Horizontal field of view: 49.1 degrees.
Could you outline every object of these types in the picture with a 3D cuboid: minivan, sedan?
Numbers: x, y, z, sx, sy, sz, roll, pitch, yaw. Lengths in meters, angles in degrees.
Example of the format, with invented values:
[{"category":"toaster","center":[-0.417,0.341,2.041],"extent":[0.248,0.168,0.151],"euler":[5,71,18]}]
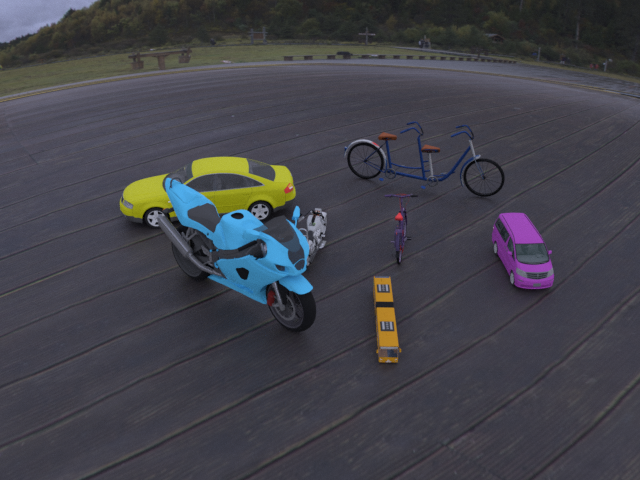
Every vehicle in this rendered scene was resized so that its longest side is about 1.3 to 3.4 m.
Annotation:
[{"category":"minivan","center":[3.153,0.155,10.896],"extent":[0.681,0.616,1.548],"euler":[-1,28,-2]},{"category":"sedan","center":[-2.010,-0.938,12.590],"extent":[3.137,0.940,1.235],"euler":[-4,29,-8]}]

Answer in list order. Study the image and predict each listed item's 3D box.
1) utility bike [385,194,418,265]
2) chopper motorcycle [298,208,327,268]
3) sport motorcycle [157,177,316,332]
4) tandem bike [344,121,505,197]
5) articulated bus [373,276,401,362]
[{"category":"utility bike","center":[1.270,-0.245,11.292],"extent":[0.535,0.946,1.435],"euler":[5,29,10]},{"category":"chopper motorcycle","center":[-0.108,-0.160,11.329],"extent":[0.466,0.761,1.563],"euler":[6,29,11]},{"category":"sport motorcycle","center":[-1.171,0.170,9.833],"extent":[2.955,1.596,0.983],"euler":[23,36,36]},{"category":"tandem bike","center":[1.962,-1.622,13.454],"extent":[3.192,1.326,0.550],"euler":[11,30,19]},{"category":"articulated bus","center":[0.887,1.048,9.580],"extent":[0.311,0.289,1.749],"euler":[1,28,1]}]
